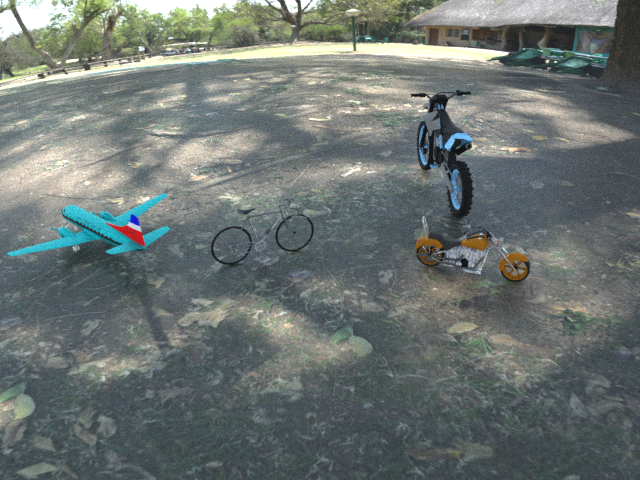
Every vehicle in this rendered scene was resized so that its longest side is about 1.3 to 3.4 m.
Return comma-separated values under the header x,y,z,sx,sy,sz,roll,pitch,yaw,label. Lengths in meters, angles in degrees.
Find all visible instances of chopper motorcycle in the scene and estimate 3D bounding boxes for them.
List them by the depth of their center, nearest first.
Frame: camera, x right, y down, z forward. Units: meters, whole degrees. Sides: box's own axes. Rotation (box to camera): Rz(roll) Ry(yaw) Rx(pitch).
x,y,z,sx,sy,sz,roll,pitch,yaw,label
2.076,0.120,9.526,1.563,0.761,0.466,9,29,16,chopper motorcycle

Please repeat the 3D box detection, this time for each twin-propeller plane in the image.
x,y,z,sx,sy,sz,roll,pitch,yaw,label
-3.200,-0.260,10.215,2.129,0.792,2.663,22,35,35,twin-propeller plane

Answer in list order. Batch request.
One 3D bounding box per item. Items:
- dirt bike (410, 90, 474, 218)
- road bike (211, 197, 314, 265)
x,y,z,sx,sy,sz,roll,pitch,yaw,label
2.069,-1.603,11.829,1.024,1.666,2.903,-4,28,-7,dirt bike
-0.799,-0.123,9.890,1.545,0.852,0.358,-12,30,-21,road bike
